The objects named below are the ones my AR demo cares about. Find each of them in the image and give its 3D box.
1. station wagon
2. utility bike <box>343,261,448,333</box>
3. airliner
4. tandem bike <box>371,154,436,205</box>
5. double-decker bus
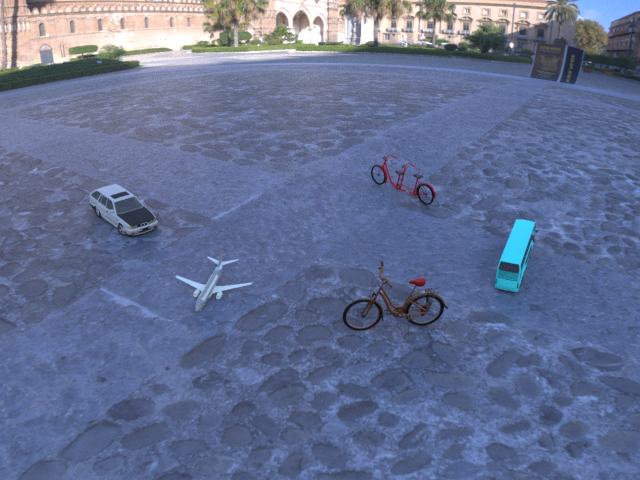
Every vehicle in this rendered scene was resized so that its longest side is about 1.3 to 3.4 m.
[{"bbox_3d":[-3.444,-0.563,12.217,0.682,0.473,1.597,-22,35,-35],"label":"station wagon"},{"bbox_3d":[1.015,0.805,9.161,1.435,0.946,0.535,-4,28,-7],"label":"utility bike"},{"bbox_3d":[-1.591,0.572,10.144,1.161,0.429,1.307,5,29,9],"label":"airliner"},{"bbox_3d":[1.543,-1.166,13.122,0.283,0.682,1.642,-22,35,-36],"label":"tandem bike"},{"bbox_3d":[3.018,0.197,10.725,0.389,0.541,1.672,11,30,20],"label":"double-decker bus"}]
